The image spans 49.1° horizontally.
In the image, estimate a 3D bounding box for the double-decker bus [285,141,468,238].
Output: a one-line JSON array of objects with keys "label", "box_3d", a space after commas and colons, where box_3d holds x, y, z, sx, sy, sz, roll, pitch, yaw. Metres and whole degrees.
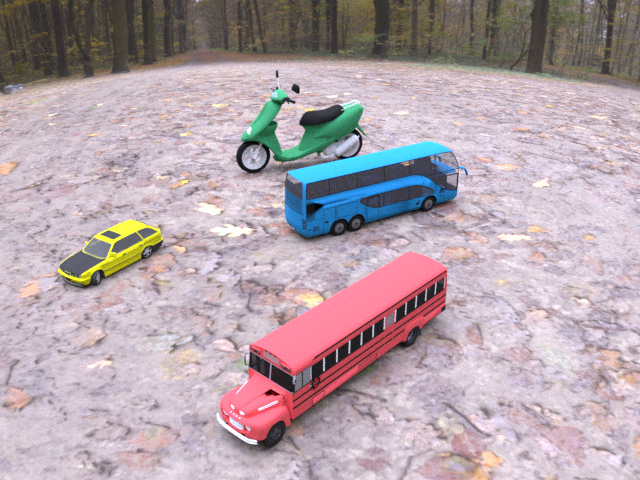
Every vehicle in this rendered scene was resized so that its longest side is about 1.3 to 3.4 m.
[{"label": "double-decker bus", "box_3d": [0.961, -0.884, 11.594, 3.251, 1.052, 0.756, -15, 31, -27]}]

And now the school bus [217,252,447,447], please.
[{"label": "school bus", "box_3d": [0.246, 1.127, 7.941, 0.709, 0.844, 3.322, 23, 35, 37]}]

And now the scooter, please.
[{"label": "scooter", "box_3d": [-0.323, -2.274, 13.476, 2.721, 1.786, 1.288, -10, 29, -18]}]

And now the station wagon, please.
[{"label": "station wagon", "box_3d": [-3.059, 0.141, 10.245, 0.682, 0.473, 1.597, 17, 32, 30]}]
